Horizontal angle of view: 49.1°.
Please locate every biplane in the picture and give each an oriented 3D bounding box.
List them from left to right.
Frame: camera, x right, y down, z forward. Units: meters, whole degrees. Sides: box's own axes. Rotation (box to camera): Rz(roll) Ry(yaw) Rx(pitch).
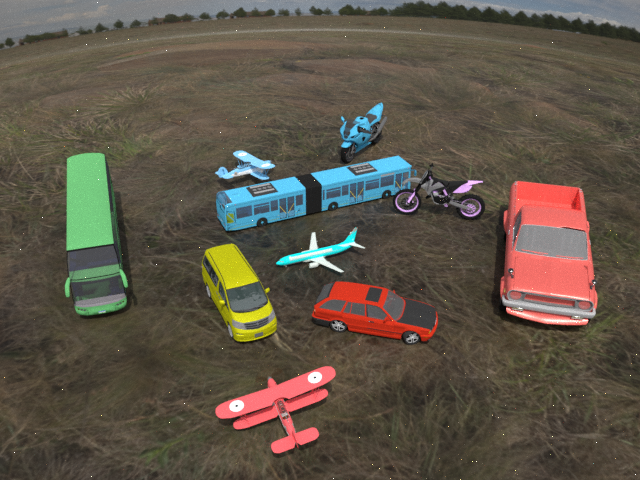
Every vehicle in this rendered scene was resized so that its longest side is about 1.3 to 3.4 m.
[{"bbox_3d":[-1.323,-1.267,12.475,1.090,0.504,1.336,-19,36,-28],"label":"biplane"},{"bbox_3d":[-0.416,1.834,7.470,1.336,0.504,1.090,-10,33,-16],"label":"biplane"}]

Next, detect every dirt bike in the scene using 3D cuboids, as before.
[{"bbox_3d":[1.929,-0.740,11.291,1.493,0.857,0.527,5,32,8],"label":"dirt bike"}]

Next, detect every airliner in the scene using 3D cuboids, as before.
[{"bbox_3d":[-0.028,0.117,10.313,1.307,0.429,1.161,-12,34,-18],"label":"airliner"}]

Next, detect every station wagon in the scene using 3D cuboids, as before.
[{"bbox_3d":[0.721,0.894,9.017,1.597,0.473,0.682,8,33,13],"label":"station wagon"}]

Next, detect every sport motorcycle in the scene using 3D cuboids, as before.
[{"bbox_3d":[0.813,-2.065,13.462,0.506,0.821,1.520,18,36,27],"label":"sport motorcycle"}]

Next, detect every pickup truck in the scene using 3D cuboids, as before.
[{"bbox_3d":[3.247,-0.005,9.974,1.244,0.993,3.117,8,33,12],"label":"pickup truck"}]

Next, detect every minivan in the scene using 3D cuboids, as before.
[{"bbox_3d":[-1.086,0.674,9.236,0.681,0.616,1.548,-14,34,-21],"label":"minivan"}]

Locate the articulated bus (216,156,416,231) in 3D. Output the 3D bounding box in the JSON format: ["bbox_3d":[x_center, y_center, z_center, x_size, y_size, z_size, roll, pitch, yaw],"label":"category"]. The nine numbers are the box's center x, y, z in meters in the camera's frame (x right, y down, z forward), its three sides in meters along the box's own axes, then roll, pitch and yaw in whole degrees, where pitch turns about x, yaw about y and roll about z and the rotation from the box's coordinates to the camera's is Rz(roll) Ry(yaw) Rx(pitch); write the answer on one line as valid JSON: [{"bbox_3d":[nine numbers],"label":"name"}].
[{"bbox_3d":[-0.021,-0.800,11.668,3.401,0.561,0.605,-14,34,-21],"label":"articulated bus"}]

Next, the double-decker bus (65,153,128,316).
[{"bbox_3d":[-3.283,-0.154,10.159,0.756,1.052,3.251,-9,33,-14],"label":"double-decker bus"}]
